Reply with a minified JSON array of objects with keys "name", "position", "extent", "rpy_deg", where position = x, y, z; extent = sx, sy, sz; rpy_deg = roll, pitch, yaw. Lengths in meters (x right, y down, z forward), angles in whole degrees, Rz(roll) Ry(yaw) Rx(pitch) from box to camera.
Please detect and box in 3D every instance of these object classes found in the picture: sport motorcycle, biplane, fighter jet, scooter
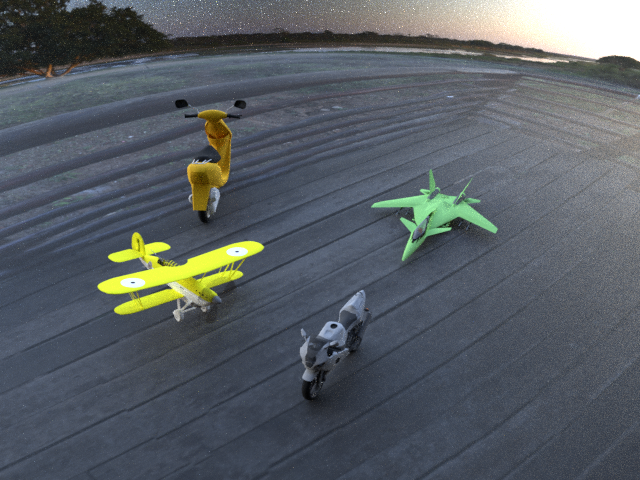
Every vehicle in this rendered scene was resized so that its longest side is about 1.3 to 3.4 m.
[{"name":"sport motorcycle","position":[0.185,1.290,8.641],"extent":[0.506,0.821,1.520],"rpy_deg":[15,33,25]},{"name":"biplane","position":[-2.036,0.477,9.905],"extent":[2.120,0.981,2.598],"rpy_deg":[26,39,37]},{"name":"fighter jet","position":[1.863,-0.415,11.897],"extent":[2.229,0.557,2.640],"rpy_deg":[13,32,22]},{"name":"scooter","position":[-1.972,-1.577,12.694],"extent":[1.288,1.786,2.721],"rpy_deg":[1,30,2]}]
